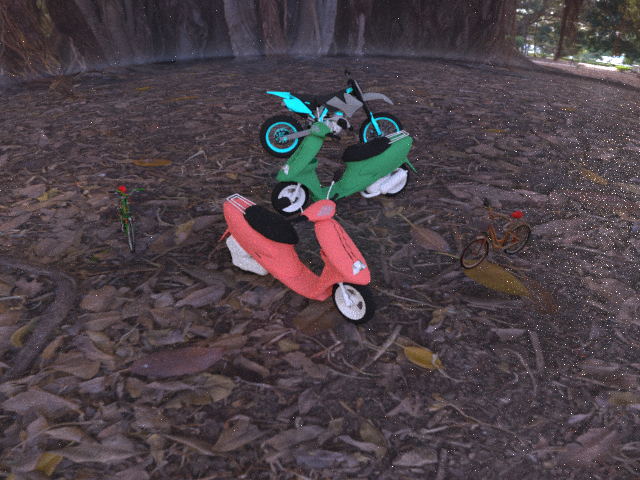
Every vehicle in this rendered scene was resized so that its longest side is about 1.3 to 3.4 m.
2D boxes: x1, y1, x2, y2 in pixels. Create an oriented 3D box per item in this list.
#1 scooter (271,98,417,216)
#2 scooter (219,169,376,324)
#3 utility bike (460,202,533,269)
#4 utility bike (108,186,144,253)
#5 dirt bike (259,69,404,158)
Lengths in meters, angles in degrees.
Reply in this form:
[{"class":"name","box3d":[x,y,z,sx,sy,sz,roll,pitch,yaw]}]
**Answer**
[{"class":"scooter","box3d":[0.440,-1.405,11.877,2.721,1.786,1.288,-11,31,-20]},{"class":"scooter","box3d":[-0.362,-0.022,9.356,2.721,1.786,1.288,21,35,34]},{"class":"utility bike","box3d":[2.675,-0.068,10.314,1.435,0.946,0.535,-16,33,-27]},{"class":"utility bike","box3d":[-3.015,-0.447,11.005,0.535,0.946,1.435,-11,31,-20]},{"class":"dirt bike","box3d":[0.238,-2.431,13.871,2.903,1.666,1.024,-1,29,-2]}]
